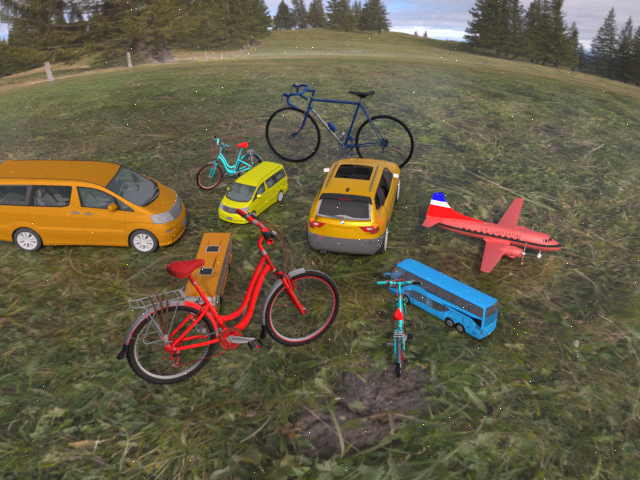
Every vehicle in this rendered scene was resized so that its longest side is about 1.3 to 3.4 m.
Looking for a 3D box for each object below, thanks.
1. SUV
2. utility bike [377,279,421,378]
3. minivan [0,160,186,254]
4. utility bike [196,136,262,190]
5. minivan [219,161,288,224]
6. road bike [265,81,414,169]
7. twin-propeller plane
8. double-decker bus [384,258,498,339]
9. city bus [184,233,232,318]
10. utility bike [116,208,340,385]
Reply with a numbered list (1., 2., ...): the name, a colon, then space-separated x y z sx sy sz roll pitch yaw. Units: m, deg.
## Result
1. SUV: 0.618 -0.772 11.564 1.276 1.128 3.058 6 29 10
2. utility bike: 0.934 0.986 8.534 0.535 0.946 1.435 4 29 7
3. minivan: -3.685 -0.581 11.141 3.011 1.197 1.324 1 29 2
4. utility bike: -1.641 -1.448 12.992 1.435 0.946 0.535 -19 34 -31
5. minivan: -1.159 -0.832 12.208 0.681 0.616 1.548 14 32 24
6. road bike: 0.351 -2.186 13.602 3.004 1.656 0.697 7 30 13
7. twin-propeller plane: 2.688 -0.221 10.904 2.129 0.792 2.663 12 31 21
8. double-decker bus: 1.601 0.748 9.392 0.389 0.541 1.672 -24 37 -37
9. city bus: -1.558 0.484 9.959 0.476 0.460 1.674 0 29 1
10. utility bike: -1.056 0.643 8.229 2.791 1.839 1.039 -13 31 -22
